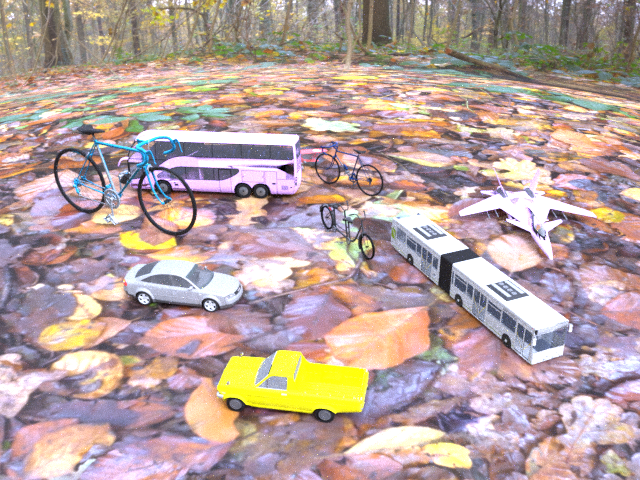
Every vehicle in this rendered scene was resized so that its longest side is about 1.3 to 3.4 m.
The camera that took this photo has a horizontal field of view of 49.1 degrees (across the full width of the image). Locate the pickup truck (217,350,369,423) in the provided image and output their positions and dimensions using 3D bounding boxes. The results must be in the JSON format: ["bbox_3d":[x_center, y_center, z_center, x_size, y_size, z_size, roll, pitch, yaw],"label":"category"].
[{"bbox_3d":[-0.287,1.512,7.491,1.603,0.511,0.640,5,27,9],"label":"pickup truck"}]

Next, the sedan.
[{"bbox_3d":[-1.839,0.566,9.410,1.613,0.483,0.635,5,27,10],"label":"sedan"}]

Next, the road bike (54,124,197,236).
[{"bbox_3d":[-3.223,-1.019,11.265,3.004,1.656,0.696,13,30,25],"label":"road bike"}]

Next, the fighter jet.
[{"bbox_3d":[3.431,-0.455,11.367,2.229,0.557,2.640,1,27,1],"label":"fighter jet"}]

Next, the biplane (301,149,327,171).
[{"bbox_3d":[-0.528,-1.680,13.872,1.336,0.504,1.090,-15,30,-27],"label":"biplane"}]

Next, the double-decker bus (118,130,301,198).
[{"bbox_3d":[-1.962,-1.397,12.696,3.251,1.052,0.756,3,27,5],"label":"double-decker bus"}]

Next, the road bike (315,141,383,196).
[{"bbox_3d":[0.514,-1.314,12.754,1.545,0.852,0.358,19,33,34],"label":"road bike"}]

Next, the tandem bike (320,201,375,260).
[{"bbox_3d":[0.402,-0.264,10.845,0.283,0.682,1.642,-14,30,-26],"label":"tandem bike"}]

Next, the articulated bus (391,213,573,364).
[{"bbox_3d":[1.985,0.518,9.418,0.605,0.561,3.401,-11,29,-21],"label":"articulated bus"}]
